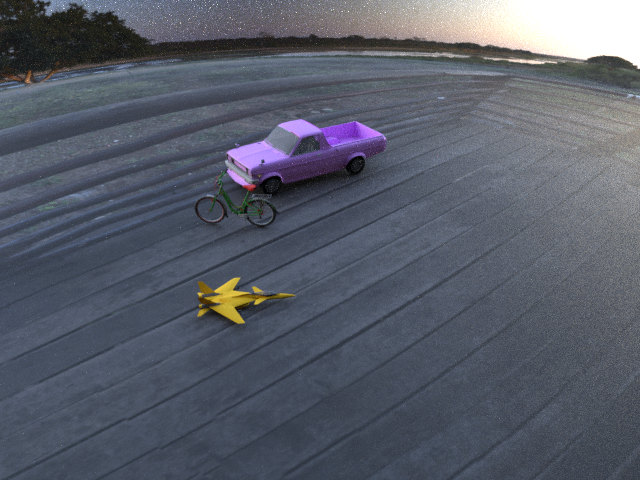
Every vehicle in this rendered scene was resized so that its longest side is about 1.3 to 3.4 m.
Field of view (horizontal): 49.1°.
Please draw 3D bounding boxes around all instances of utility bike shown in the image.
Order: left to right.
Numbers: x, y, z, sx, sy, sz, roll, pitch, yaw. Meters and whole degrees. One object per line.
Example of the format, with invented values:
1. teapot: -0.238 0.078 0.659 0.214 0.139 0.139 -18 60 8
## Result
1. utility bike: -1.389 -0.627 11.461 1.435 0.946 0.535 4 29 7

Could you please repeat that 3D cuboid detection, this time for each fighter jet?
1. fighter jet: -1.008 0.748 9.617 1.358 0.286 1.147 -4 29 -8

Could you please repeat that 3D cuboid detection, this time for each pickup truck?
1. pickup truck: -0.243 -1.752 13.485 3.117 0.993 1.244 -17 33 -28
